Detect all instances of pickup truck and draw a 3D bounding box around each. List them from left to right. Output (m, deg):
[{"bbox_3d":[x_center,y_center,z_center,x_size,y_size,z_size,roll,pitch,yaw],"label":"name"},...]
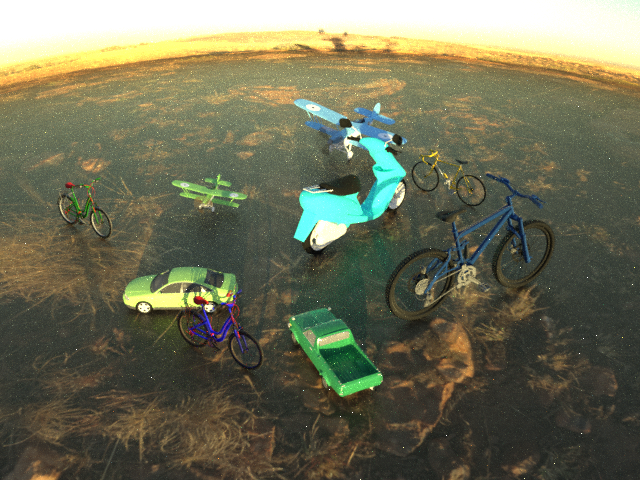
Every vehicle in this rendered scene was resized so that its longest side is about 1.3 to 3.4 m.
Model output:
[{"bbox_3d":[0.158,1.334,8.731,0.640,0.511,1.603,-13,32,-22],"label":"pickup truck"}]

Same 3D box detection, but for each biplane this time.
[{"bbox_3d":[-1.919,-0.842,12.523,1.336,0.504,1.090,4,30,7],"label":"biplane"},{"bbox_3d":[0.759,-2.311,14.601,2.598,0.981,2.120,18,34,28],"label":"biplane"}]

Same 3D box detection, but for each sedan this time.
[{"bbox_3d":[-1.976,0.673,9.909,1.613,0.483,0.635,0,30,-1],"label":"sedan"}]

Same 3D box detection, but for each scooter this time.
[{"bbox_3d":[0.591,-0.910,11.355,1.288,1.786,2.721,25,38,36],"label":"scooter"}]

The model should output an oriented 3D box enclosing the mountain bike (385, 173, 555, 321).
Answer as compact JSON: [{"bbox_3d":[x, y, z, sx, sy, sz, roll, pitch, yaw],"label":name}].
[{"bbox_3d":[2.153,0.147,9.614,2.857,1.688,1.114,-14,33,-23],"label":"mountain bike"}]

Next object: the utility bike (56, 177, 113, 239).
[{"bbox_3d":[-3.931,-0.603,11.665,1.435,0.946,0.535,19,35,30],"label":"utility bike"}]

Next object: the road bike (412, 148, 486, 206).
[{"bbox_3d":[2.326,-1.141,12.694,1.545,0.852,0.358,22,37,33],"label":"road bike"}]

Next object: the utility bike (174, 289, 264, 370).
[{"bbox_3d":[-1.268,1.051,8.787,1.435,0.946,0.535,17,34,27],"label":"utility bike"}]
